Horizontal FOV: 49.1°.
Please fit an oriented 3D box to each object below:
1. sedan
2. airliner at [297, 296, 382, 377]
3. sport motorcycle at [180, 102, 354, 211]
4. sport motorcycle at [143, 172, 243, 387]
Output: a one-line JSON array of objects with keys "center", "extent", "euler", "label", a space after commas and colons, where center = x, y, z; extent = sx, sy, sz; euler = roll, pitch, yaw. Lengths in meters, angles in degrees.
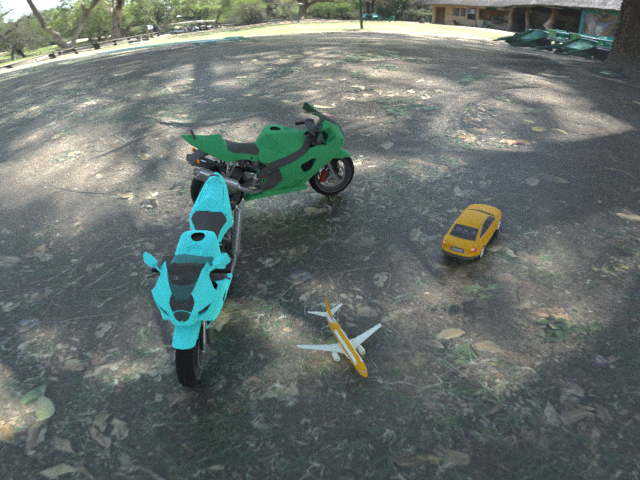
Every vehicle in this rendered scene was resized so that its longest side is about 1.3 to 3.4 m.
[{"center": [2.411, -0.214, 10.994], "extent": [0.635, 0.483, 1.613], "euler": [16, 35, 24], "label": "sedan"}, {"center": [0.308, 1.203, 8.751], "extent": [1.161, 0.429, 1.307], "euler": [-12, 34, -19], "label": "airliner"}, {"center": [-0.790, -1.301, 11.695], "extent": [2.955, 1.596, 0.983], "euler": [-11, 33, -17], "label": "sport motorcycle"}, {"center": [-1.487, 0.424, 8.901], "extent": [0.983, 1.596, 2.955], "euler": [1, 32, 1], "label": "sport motorcycle"}]
